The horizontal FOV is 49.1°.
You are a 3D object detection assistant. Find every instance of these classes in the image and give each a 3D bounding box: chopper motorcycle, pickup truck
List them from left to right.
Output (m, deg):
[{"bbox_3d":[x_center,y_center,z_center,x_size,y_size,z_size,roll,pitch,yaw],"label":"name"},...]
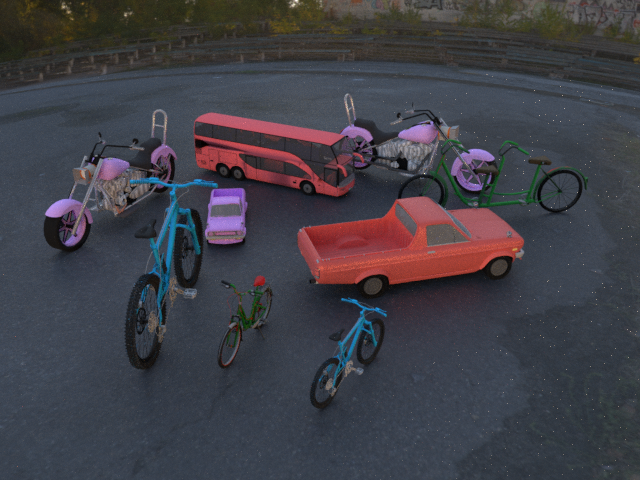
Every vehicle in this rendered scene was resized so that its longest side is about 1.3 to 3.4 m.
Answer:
[{"bbox_3d":[-3.321,-1.017,11.286,0.906,1.480,3.040,12,30,22],"label":"chopper motorcycle"},{"bbox_3d":[-1.497,-0.453,11.253,0.640,0.511,1.603,-2,28,-4],"label":"pickup truck"},{"bbox_3d":[1.277,0.002,9.856,3.117,0.993,1.244,-7,28,-14],"label":"pickup truck"},{"bbox_3d":[1.725,-1.762,12.718,3.040,1.480,0.906,12,30,22],"label":"chopper motorcycle"}]

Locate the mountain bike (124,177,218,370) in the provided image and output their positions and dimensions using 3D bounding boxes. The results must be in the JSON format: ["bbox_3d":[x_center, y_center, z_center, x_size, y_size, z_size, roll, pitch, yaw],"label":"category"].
[{"bbox_3d":[-1.872,0.253,8.620,1.114,1.688,2.857,3,28,6],"label":"mountain bike"}]

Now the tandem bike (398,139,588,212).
[{"bbox_3d":[2.861,-1.006,11.432,3.192,1.326,0.550,-2,28,-5],"label":"tandem bike"}]

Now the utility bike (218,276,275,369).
[{"bbox_3d":[-0.816,0.849,8.279,0.535,0.946,1.435,10,29,19],"label":"utility bike"}]

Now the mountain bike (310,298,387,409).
[{"bbox_3d":[0.333,1.206,7.677,0.573,0.868,1.469,18,32,30],"label":"mountain bike"}]

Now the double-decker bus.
[{"bbox_3d":[-0.825,-1.568,12.809,3.251,1.052,0.756,14,30,24],"label":"double-decker bus"}]
